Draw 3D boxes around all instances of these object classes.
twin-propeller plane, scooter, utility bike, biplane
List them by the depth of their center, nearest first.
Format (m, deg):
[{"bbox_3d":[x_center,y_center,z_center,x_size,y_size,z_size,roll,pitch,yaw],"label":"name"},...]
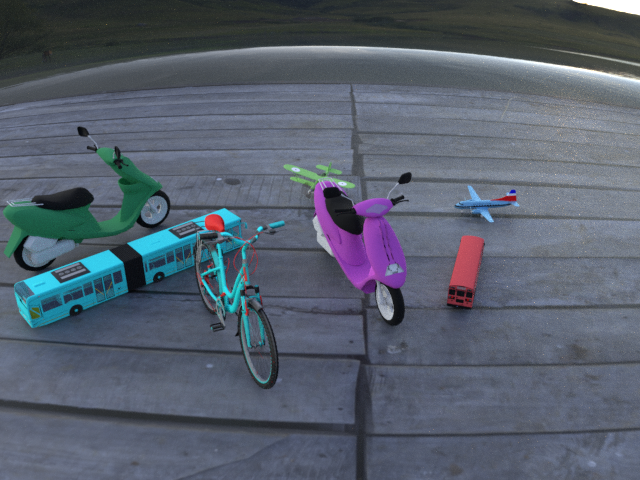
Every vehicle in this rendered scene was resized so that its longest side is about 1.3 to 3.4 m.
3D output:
[{"bbox_3d":[-1.037,0.467,8.657,1.039,1.839,2.791,-15,33,-24],"label":"utility bike"},{"bbox_3d":[0.514,-0.155,9.773,1.288,1.786,2.721,-12,32,-20],"label":"scooter"},{"bbox_3d":[-3.512,-0.649,10.620,2.721,1.786,1.288,-25,38,-36],"label":"scooter"},{"bbox_3d":[2.844,-0.663,12.013,1.095,0.407,1.370,-3,30,-4],"label":"twin-propeller plane"},{"bbox_3d":[0.040,-1.087,12.642,1.336,0.504,1.090,10,32,17],"label":"biplane"}]

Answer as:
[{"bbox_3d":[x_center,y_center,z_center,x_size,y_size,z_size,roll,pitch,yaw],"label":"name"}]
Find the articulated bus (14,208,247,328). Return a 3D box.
[{"bbox_3d":[-2.614,0.335,10.150,3.401,0.561,0.605,-23,37,-34],"label":"articulated bus"}]

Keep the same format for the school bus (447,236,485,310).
[{"bbox_3d":[2.139,0.400,10.165,0.365,0.434,1.708,9,31,15],"label":"school bus"}]
